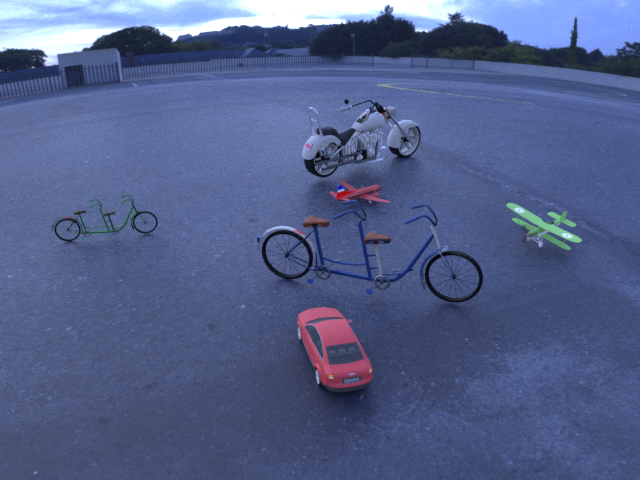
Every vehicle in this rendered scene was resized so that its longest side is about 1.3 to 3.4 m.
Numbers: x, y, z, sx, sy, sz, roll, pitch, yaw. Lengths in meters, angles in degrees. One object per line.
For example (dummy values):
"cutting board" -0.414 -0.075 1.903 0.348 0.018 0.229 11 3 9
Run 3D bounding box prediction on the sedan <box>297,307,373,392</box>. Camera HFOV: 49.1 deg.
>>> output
"sedan" 0.143 1.189 8.241 0.635 0.483 1.613 -7 26 -13

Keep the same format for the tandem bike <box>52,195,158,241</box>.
"tandem bike" -3.455 -0.349 11.227 1.642 0.682 0.283 -6 26 -12

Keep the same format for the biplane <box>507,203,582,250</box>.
"biplane" 3.613 -0.194 11.109 1.090 0.504 1.336 -20 32 -36

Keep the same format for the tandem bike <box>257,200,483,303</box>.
"tandem bike" 0.624 0.101 9.539 3.192 1.326 0.550 7 27 15

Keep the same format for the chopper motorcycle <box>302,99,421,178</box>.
"chopper motorcycle" 0.912 -2.160 14.092 3.040 1.480 0.906 -19 32 -34

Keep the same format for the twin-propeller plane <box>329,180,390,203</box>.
"twin-propeller plane" 0.719 -0.895 12.687 1.095 0.407 1.370 -19 31 -34
